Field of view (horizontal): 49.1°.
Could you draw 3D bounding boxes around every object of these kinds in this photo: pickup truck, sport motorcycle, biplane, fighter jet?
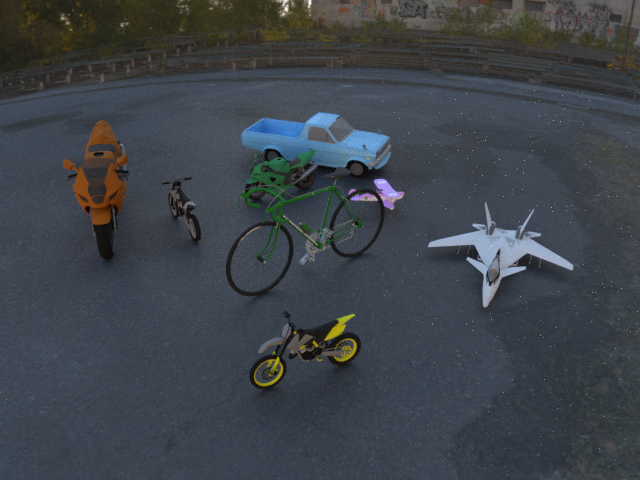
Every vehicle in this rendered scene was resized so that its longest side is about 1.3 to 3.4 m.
[{"bbox_3d":[-0.081,-2.128,14.812,3.117,0.993,1.244,10,29,19],"label":"pickup truck"},{"bbox_3d":[-0.740,-1.258,13.329,1.520,0.821,0.506,-15,31,-27],"label":"sport motorcycle"},{"bbox_3d":[-3.654,-0.920,11.843,0.983,1.596,2.955,-6,28,-12],"label":"sport motorcycle"},{"bbox_3d":[1.058,-0.812,12.817,1.090,0.504,1.336,-4,28,-7],"label":"biplane"},{"bbox_3d":[2.747,0.214,10.793,2.229,0.557,2.640,9,29,17],"label":"fighter jet"}]

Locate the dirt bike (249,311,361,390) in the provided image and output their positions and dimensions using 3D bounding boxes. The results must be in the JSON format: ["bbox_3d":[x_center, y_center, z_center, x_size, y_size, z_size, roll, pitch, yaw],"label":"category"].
[{"bbox_3d":[-0.155,1.293,8.400,1.493,0.857,0.527,-13,30,-24],"label":"dirt bike"}]

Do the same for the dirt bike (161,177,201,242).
[{"bbox_3d":[-2.358,-0.580,11.991,0.527,0.857,1.493,-14,31,-26],"label":"dirt bike"}]

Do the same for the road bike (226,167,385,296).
[{"bbox_3d":[-0.128,-0.211,10.419,3.004,1.656,0.696,-20,34,-34],"label":"road bike"}]
